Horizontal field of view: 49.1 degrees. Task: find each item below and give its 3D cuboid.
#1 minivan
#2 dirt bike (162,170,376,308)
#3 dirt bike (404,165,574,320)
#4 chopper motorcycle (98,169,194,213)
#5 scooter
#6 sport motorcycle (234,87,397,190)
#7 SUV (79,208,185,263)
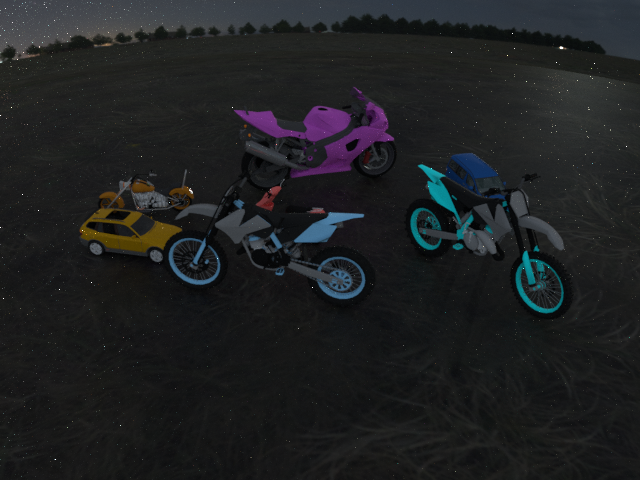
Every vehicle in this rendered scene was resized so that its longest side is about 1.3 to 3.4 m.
[{"bbox_3d":[2.711,-0.941,11.980,0.681,0.616,1.548,-8,30,-14],"label":"minivan"},{"bbox_3d":[-0.708,0.057,9.085,2.903,1.666,1.024,5,29,10],"label":"dirt bike"},{"bbox_3d":[2.211,-0.129,9.422,1.024,1.666,2.903,-20,35,-32],"label":"dirt bike"},{"bbox_3d":[-2.879,-0.781,11.539,1.563,0.761,0.466,-2,29,-4],"label":"chopper motorcycle"},{"bbox_3d":[-0.494,-0.455,10.785,1.399,0.919,0.662,14,32,24],"label":"scooter"},{"bbox_3d":[-0.012,-1.744,12.420,2.955,1.596,0.983,-7,30,-13],"label":"sport motorcycle"},{"bbox_3d":[-2.821,-0.110,10.511,1.572,0.580,0.656,6,30,11],"label":"SUV"}]
